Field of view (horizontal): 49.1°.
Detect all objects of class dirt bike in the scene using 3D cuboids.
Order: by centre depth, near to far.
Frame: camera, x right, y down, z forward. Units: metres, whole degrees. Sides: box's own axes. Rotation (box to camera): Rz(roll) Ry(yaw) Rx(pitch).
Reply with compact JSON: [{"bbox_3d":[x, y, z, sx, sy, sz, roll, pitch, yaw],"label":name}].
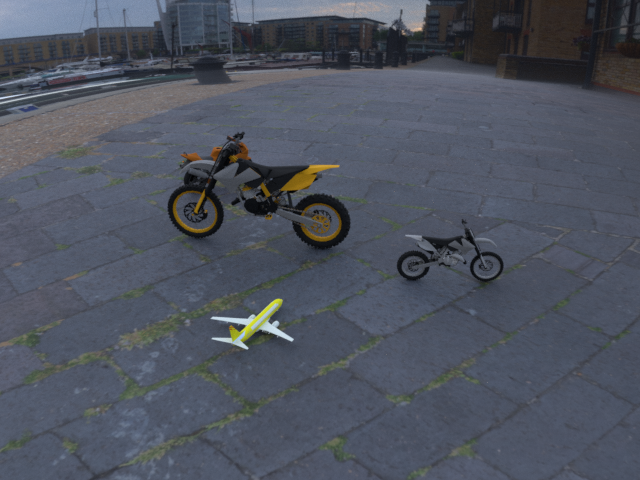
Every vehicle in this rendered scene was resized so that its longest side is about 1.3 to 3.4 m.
[{"bbox_3d":[1.832,0.192,9.785,1.493,0.857,0.527,1,27,3],"label":"dirt bike"},{"bbox_3d":[-0.970,-0.693,10.644,2.903,1.666,1.024,4,27,9],"label":"dirt bike"}]

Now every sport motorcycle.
[{"bbox_3d":[-1.890,-1.408,13.008,1.520,0.821,0.506,-20,33,-34],"label":"sport motorcycle"}]

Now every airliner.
[{"bbox_3d":[-0.787,0.954,8.744,1.161,0.429,1.307,12,29,23],"label":"airliner"}]
